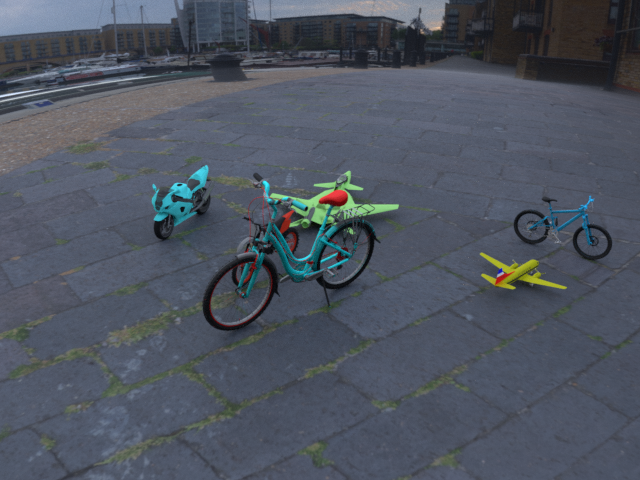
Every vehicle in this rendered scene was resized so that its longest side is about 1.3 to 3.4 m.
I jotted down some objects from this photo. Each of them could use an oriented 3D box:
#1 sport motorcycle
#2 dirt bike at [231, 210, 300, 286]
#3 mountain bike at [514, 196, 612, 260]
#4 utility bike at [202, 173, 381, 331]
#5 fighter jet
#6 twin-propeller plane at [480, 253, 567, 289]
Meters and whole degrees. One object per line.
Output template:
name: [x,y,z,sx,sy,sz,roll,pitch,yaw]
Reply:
sport motorcycle: [-2.212,-0.617,11.270,0.506,0.821,1.520,11,29,22]
dirt bike: [-0.749,0.058,9.889,0.527,0.857,1.493,17,31,30]
mountain bike: [3.618,-0.223,10.435,1.469,0.868,0.573,17,31,30]
utility bike: [-0.209,0.093,8.726,2.791,1.839,1.039,-19,33,-33]
fighter jet: [0.275,-0.881,12.088,2.229,0.557,2.640,6,27,11]
twin-propeller plane: [2.732,0.420,9.668,1.095,0.407,1.370,-23,35,-38]
